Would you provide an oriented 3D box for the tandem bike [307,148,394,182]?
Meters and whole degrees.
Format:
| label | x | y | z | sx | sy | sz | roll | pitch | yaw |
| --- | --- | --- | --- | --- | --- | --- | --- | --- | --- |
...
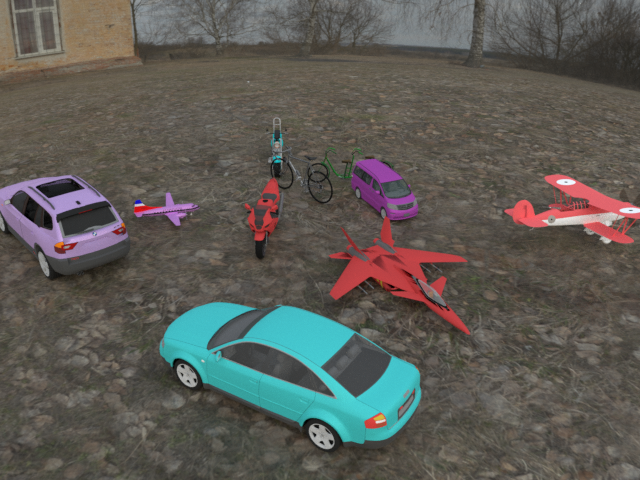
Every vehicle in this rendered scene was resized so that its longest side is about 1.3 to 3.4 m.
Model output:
| label | x | y | z | sx | sy | sz | roll | pitch | yaw |
| --- | --- | --- | --- | --- | --- | --- | --- | --- | --- |
| tandem bike | 0.579 | -1.405 | 13.149 | 1.642 | 0.682 | 0.283 | -2 | 28 | -3 |

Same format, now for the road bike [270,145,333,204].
| label | x | y | z | sx | sy | sz | roll | pitch | yaw |
| --- | --- | --- | --- | --- | --- | --- | --- | --- | --- |
| road bike | -0.351 | -1.188 | 12.552 | 1.545 | 0.852 | 0.358 | 23 | 35 | 36 |

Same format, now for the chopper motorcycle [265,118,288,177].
| label | x | y | z | sx | sy | sz | roll | pitch | yaw |
| --- | --- | --- | --- | --- | --- | --- | --- | --- | --- |
| chopper motorcycle | -0.853 | -1.849 | 13.910 | 0.466 | 0.761 | 1.563 | -1 | 28 | -3 |

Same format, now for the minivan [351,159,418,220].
| label | x | y | z | sx | sy | sz | roll | pitch | yaw |
| --- | --- | --- | --- | --- | --- | --- | --- | --- | --- |
| minivan | 1.124 | -0.887 | 12.232 | 0.681 | 0.616 | 1.548 | -12 | 30 | -22 |

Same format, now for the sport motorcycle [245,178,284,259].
| label | x | y | z | sx | sy | sz | roll | pitch | yaw |
| --- | --- | --- | --- | --- | --- | --- | --- | --- | --- |
| sport motorcycle | -0.841 | -0.352 | 10.991 | 0.506 | 0.821 | 1.520 | 3 | 28 | 5 |

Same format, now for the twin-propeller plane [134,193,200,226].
| label | x | y | z | sx | sy | sz | roll | pitch | yaw |
| --- | --- | --- | --- | --- | --- | --- | --- | --- | --- |
| twin-propeller plane | -2.581 | -0.548 | 11.811 | 1.095 | 0.407 | 1.370 | -9 | 29 | -16 |

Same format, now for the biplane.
| label | x | y | z | sx | sy | sz | roll | pitch | yaw |
| --- | --- | --- | --- | --- | --- | --- | --- | --- | --- |
| biplane | 3.973 | -0.425 | 10.960 | 2.120 | 0.981 | 2.598 | -6 | 28 | -11 |

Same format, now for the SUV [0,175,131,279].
| label | x | y | z | sx | sy | sz | roll | pitch | yaw |
| --- | --- | --- | --- | --- | --- | --- | --- | --- | --- |
| SUV | -4.068 | -0.432 | 10.814 | 1.276 | 1.128 | 3.058 | -21 | 34 | -35 |

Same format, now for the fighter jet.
| label | x | y | z | sx | sy | sz | roll | pitch | yaw |
| --- | --- | --- | --- | --- | --- | --- | --- | --- | --- |
| fighter jet | 1.247 | 0.485 | 9.681 | 2.229 | 0.557 | 2.640 | -14 | 31 | -25 |

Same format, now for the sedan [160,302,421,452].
| label | x | y | z | sx | sy | sz | roll | pitch | yaw |
| --- | --- | --- | --- | --- | --- | --- | --- | --- | --- |
| sedan | -0.421 | 1.289 | 7.735 | 3.137 | 0.940 | 1.235 | 16 | 32 | 28 |
